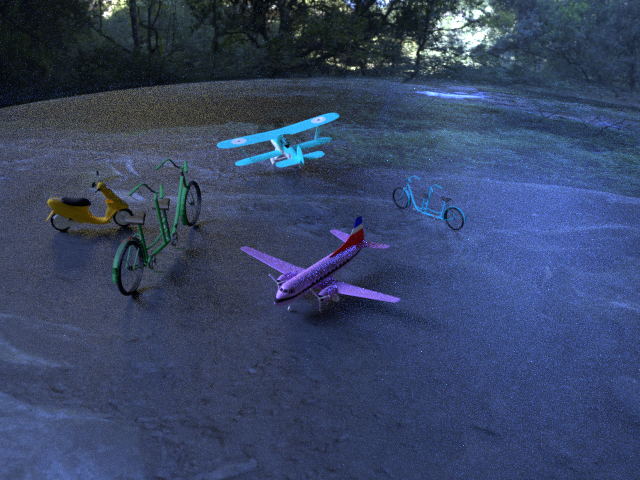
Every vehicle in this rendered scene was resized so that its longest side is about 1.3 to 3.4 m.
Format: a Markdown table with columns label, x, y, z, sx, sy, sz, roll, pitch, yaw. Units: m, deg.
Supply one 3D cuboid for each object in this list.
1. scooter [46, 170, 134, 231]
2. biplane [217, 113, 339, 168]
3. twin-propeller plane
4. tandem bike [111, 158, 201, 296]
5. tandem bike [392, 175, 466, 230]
| label | x | y | z | sx | sy | sz | roll | pitch | yaw |
| --- | --- | --- | --- | --- | --- | --- | --- | --- | --- |
| scooter | -3.821 | -0.604 | 11.561 | 1.399 | 0.919 | 0.662 | -4 | 26 | -9 |
| biplane | -0.716 | -1.860 | 14.130 | 2.598 | 0.981 | 2.120 | -9 | 27 | -19 |
| twin-propeller plane | 0.043 | 0.326 | 9.753 | 2.663 | 0.792 | 2.129 | 17 | 30 | 32 |
| tandem bike | -2.394 | -0.340 | 10.533 | 0.550 | 1.326 | 3.192 | 5 | 26 | 10 |
| tandem bike | 1.847 | -0.669 | 11.973 | 0.283 | 0.682 | 1.642 | -21 | 32 | -37 |
